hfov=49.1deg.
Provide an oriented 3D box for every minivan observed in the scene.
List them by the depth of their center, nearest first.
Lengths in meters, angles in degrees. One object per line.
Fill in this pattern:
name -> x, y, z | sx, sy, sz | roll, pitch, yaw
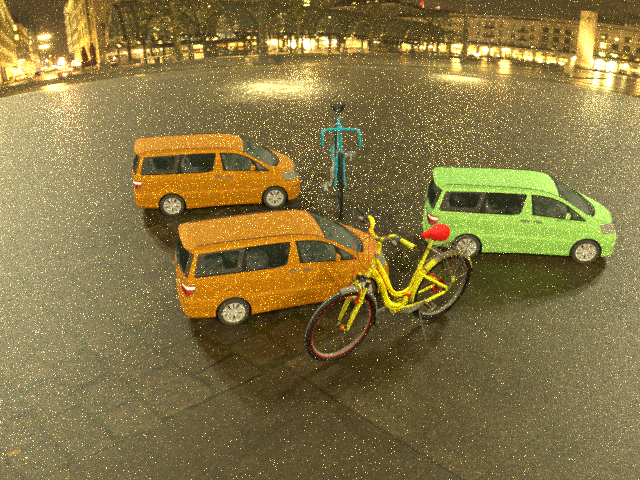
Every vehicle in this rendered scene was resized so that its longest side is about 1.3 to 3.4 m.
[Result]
minivan -> -0.506, 0.264, 9.858 | 3.011, 1.197, 1.324 | -8, 29, -15
minivan -> 3.189, -0.451, 11.210 | 3.011, 1.197, 1.324 | 2, 28, 5
minivan -> -1.873, -1.271, 12.758 | 3.011, 1.197, 1.324 | -5, 28, -9

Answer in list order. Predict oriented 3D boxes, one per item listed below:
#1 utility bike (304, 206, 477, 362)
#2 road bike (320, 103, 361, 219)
utility bike -> 1.038, 0.512, 8.704 | 2.791, 1.839, 1.039 | -17, 33, -29
road bike -> 0.344, -1.589, 12.868 | 0.696, 1.656, 3.004 | 0, 28, -1
